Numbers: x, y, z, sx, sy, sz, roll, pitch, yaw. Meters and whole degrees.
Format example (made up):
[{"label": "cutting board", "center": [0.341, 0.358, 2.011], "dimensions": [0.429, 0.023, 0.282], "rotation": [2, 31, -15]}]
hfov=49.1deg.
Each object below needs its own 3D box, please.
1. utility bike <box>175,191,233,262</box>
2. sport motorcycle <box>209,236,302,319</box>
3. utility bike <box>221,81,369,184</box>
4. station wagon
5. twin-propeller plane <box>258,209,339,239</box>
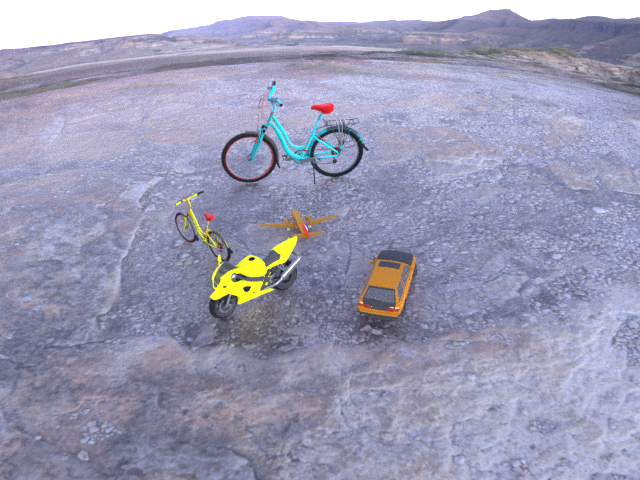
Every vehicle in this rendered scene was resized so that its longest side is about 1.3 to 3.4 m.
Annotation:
[{"label": "utility bike", "center": [-1.862, -0.201, 10.775], "dimensions": [1.435, 0.946, 0.535], "rotation": [26, 39, 37]}, {"label": "sport motorcycle", "center": [-0.900, 0.509, 9.654], "dimensions": [1.520, 0.821, 0.506], "rotation": [-24, 37, -35]}, {"label": "utility bike", "center": [-0.429, -1.885, 12.831], "dimensions": [2.791, 1.839, 1.039], "rotation": [-5, 30, -8]}, {"label": "station wagon", "center": [0.986, 0.533, 9.963], "dimensions": [0.682, 0.473, 1.597], "rotation": [8, 31, 13]}, {"label": "twin-propeller plane", "center": [-0.323, -0.313, 11.516], "dimensions": [1.370, 0.407, 1.095], "rotation": [-7, 30, -13]}]
